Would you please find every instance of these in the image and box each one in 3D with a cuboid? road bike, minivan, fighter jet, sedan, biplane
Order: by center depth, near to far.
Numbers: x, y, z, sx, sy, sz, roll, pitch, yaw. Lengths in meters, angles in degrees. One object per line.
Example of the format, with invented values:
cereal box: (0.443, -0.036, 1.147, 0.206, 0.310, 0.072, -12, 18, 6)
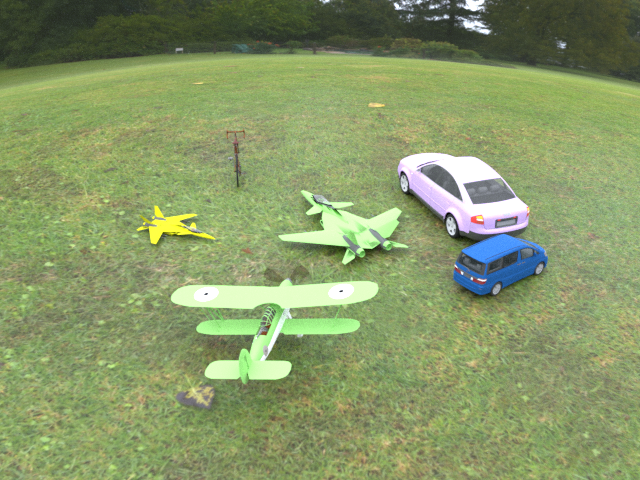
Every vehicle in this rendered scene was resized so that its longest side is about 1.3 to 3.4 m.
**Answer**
biplane: (-0.656, 1.035, 8.386, 2.598, 0.981, 2.120, 6, 29, 10)
minivan: (2.659, 0.282, 10.152, 1.548, 0.616, 0.681, -19, 34, -31)
fighter jet: (-2.286, -0.232, 11.441, 1.358, 0.286, 1.147, 13, 31, 23)
fighter jet: (0.268, -0.482, 11.617, 2.229, 0.557, 2.640, -14, 32, -24)
sedan: (2.372, -0.946, 12.069, 1.235, 0.940, 3.137, -10, 30, -17)
road bike: (-1.596, -1.619, 13.397, 0.358, 0.852, 1.545, -3, 29, -6)
